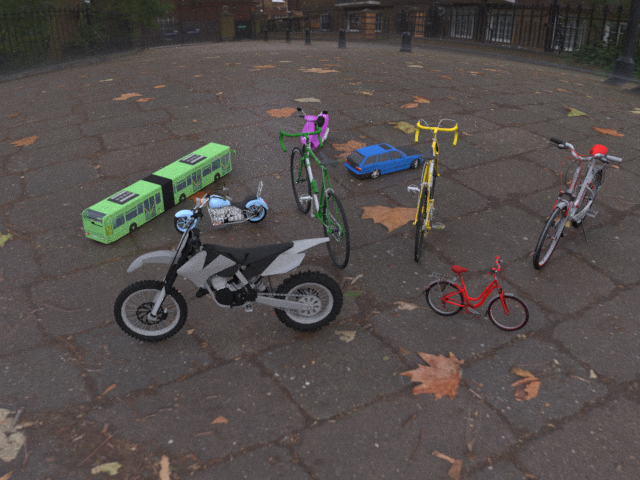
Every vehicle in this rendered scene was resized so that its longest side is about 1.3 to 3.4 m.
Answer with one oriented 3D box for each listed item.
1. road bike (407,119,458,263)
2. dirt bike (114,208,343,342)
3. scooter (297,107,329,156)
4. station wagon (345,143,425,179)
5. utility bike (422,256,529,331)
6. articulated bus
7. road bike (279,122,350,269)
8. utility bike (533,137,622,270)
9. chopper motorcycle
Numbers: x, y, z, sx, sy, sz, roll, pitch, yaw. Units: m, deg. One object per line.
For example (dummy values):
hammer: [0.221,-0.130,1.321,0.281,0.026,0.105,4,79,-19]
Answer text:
road bike: [1.744,-0.896,11.235,0.697,1.656,3.004,7,31,12]
dirt bike: [-1.141,0.532,8.742,2.903,1.666,1.024,-3,30,-6]
scooter: [-0.104,-2.311,14.434,0.662,0.919,1.399,10,31,17]
station wagon: [1.288,-1.607,13.656,1.597,0.473,0.682,-15,33,-25]
utility bike: [2.067,0.662,9.239,1.435,0.946,0.535,12,32,20]
articulated bus: [-2.727,-0.905,12.348,0.605,0.561,3.401,16,34,26]
road bike: [-0.049,-0.789,11.049,0.696,1.656,3.004,-9,31,-15]
utility bike: [4.010,-0.698,10.708,1.039,1.839,2.791,20,36,31]
chopper motorcycle: [-1.629,-0.534,11.503,1.563,0.761,0.466,-8,31,-14]
